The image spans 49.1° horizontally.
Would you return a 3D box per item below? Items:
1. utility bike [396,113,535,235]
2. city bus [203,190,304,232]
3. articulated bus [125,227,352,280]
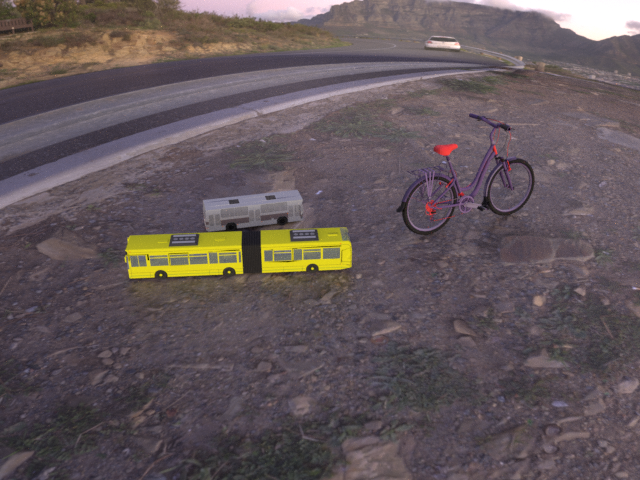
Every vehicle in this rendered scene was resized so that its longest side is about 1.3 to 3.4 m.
[{"bbox_3d":[2.460,-1.125,11.722,2.791,1.839,1.039,-13,32,-21],"label":"utility bike"},{"bbox_3d":[-1.140,-0.486,11.991,1.674,0.460,0.476,-7,30,-13],"label":"city bus"},{"bbox_3d":[-1.230,0.192,10.680,3.401,0.561,0.605,-2,29,-4],"label":"articulated bus"}]
